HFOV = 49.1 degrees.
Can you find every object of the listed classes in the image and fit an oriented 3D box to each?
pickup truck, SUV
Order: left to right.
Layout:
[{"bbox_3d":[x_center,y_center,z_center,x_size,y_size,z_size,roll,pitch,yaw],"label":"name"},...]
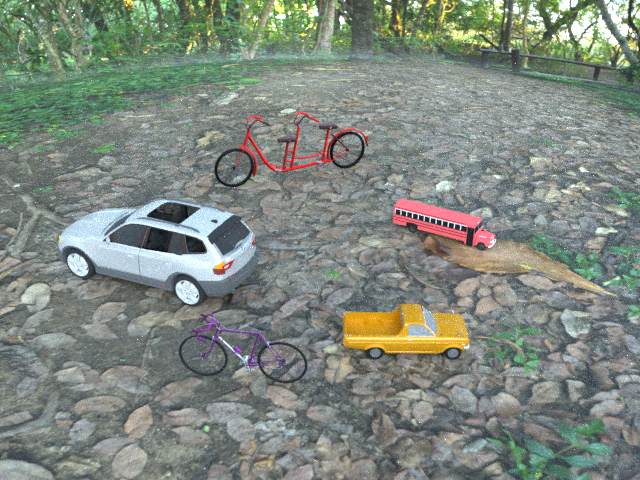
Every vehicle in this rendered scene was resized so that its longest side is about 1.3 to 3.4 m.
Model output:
[{"bbox_3d":[-2.393,0.009,10.223,3.058,1.128,1.276,12,30,20],"label":"SUV"},{"bbox_3d":[1.070,1.119,8.816,1.603,0.511,0.640,0,28,0],"label":"pickup truck"}]

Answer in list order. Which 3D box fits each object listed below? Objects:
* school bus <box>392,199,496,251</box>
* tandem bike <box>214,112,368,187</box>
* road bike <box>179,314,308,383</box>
[{"bbox_3d":[2.033,-0.263,11.455,1.708,0.434,0.365,16,32,27],"label":"school bus"},{"bbox_3d":[-0.493,-1.811,13.386,3.192,1.326,0.550,-12,31,-21],"label":"tandem bike"},{"bbox_3d":[-0.908,1.286,8.148,1.545,0.852,0.358,4,29,7],"label":"road bike"}]
